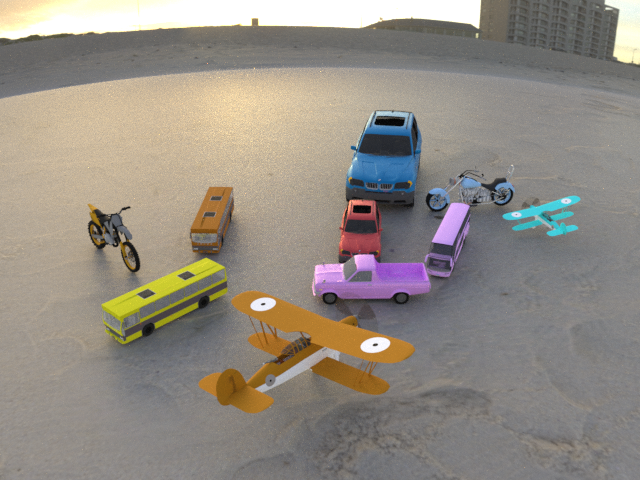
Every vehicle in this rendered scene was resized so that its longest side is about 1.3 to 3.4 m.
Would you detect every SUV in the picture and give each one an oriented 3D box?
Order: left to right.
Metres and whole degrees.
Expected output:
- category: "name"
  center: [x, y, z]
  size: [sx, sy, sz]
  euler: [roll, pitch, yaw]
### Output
- category: "SUV"
  center: [0.633, -0.148, 10.783]
  size: [0.656, 0.580, 1.572]
  euler: [2, 27, 4]
- category: "SUV"
  center: [1.245, -1.594, 13.037]
  size: [1.276, 1.128, 3.058]
  euler: [5, 27, 9]

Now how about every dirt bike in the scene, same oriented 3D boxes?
- category: "dirt bike"
  center: [-3.082, -0.094, 10.369]
  size: [0.527, 0.857, 1.493]
  euler: [-23, 35, -37]

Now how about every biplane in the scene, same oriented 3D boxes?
- category: "biplane"
  center: [-0.288, 1.254, 7.563]
  size: [2.598, 0.981, 2.120]
  euler: [24, 35, 38]
- category: "biplane"
  center: [3.617, -0.321, 11.210]
  size: [1.336, 0.504, 1.090]
  euler: [-7, 28, -14]

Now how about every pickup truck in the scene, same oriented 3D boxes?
- category: "pickup truck"
  center: [0.693, 0.507, 9.563]
  size: [1.603, 0.511, 0.640]
  euler: [0, 27, -1]

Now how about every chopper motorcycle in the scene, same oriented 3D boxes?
- category: "chopper motorcycle"
  center: [2.606, -0.894, 12.060]
  size: [1.563, 0.761, 0.466]
  euler: [-4, 27, -8]

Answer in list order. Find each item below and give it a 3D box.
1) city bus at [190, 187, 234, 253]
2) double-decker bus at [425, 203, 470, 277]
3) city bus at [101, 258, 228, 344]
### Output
- category: "city bus"
  center: [-1.711, -0.332, 11.280]
  size: [0.476, 0.460, 1.674]
  euler: [1, 27, 2]
- category: "double-decker bus"
  center: [1.953, -0.007, 10.547]
  size: [0.389, 0.541, 1.672]
  euler: [10, 28, 18]
- category: "city bus"
  center: [-1.974, 0.778, 9.083]
  size: [0.476, 0.460, 1.674]
  euler: [22, 34, 37]
